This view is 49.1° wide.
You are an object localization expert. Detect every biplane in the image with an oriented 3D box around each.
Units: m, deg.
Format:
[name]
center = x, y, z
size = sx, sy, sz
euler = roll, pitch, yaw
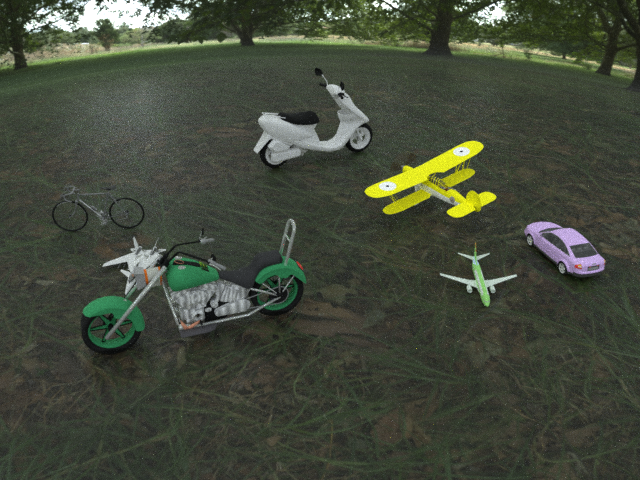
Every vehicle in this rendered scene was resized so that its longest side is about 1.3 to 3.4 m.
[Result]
[biplane]
center = 2.079, -0.917, 12.486
size = 2.598, 0.981, 2.120
euler = -18, 34, -29

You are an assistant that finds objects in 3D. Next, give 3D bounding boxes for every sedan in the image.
[sedan]
center = 3.905, 0.064, 11.254
size = 0.635, 0.483, 1.613
euler = -9, 31, -15

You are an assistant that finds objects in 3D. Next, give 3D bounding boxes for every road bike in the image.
[road bike]
center = -3.803, -0.547, 11.962
size = 1.545, 0.852, 0.358
euler = -3, 30, -6

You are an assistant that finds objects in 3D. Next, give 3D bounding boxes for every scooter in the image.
[scooter]
center = -0.089, -2.487, 14.447
size = 2.721, 1.786, 1.288
euler = -13, 32, -22

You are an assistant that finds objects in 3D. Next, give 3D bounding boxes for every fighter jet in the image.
[fighter jet]
center = -2.842, 0.395, 10.870
size = 1.147, 0.286, 1.358
euler = 1, 29, 2

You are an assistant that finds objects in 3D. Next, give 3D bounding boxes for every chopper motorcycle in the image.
[chopper motorcycle]
center = -1.645, 0.605, 9.285
size = 3.040, 1.480, 0.906
euler = -10, 31, -17

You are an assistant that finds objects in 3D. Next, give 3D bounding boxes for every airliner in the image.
[airliner]
center = 2.412, 0.520, 10.502
size = 1.161, 0.429, 1.307
euler = 1, 29, 1
